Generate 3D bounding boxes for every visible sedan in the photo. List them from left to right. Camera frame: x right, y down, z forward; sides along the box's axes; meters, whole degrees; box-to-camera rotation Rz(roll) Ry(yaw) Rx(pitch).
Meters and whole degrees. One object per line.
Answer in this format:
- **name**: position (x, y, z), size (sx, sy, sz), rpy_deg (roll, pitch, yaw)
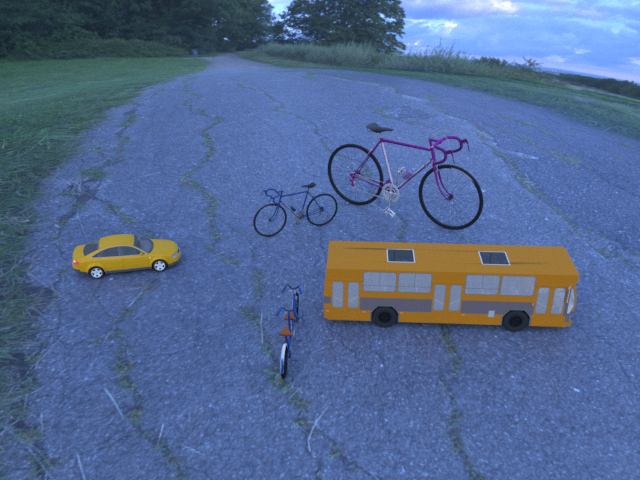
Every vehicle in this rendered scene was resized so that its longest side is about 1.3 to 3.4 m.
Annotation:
- **sedan**: position (-2.953, 0.189, 10.705), size (1.613, 0.483, 0.635), rpy_deg (-6, 28, -11)

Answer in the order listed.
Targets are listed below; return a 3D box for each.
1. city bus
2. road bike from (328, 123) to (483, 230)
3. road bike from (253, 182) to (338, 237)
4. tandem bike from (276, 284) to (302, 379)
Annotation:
- **city bus**: position (1.691, 0.618, 9.428), size (3.255, 0.894, 0.926), rpy_deg (1, 27, 3)
- **road bike**: position (1.402, -1.159, 12.035), size (3.004, 1.656, 0.696), rpy_deg (17, 32, 29)
- **road bike**: position (-0.394, -0.533, 11.700), size (1.545, 0.852, 0.358), rpy_deg (-12, 30, -23)
- **tandem bike**: position (-0.378, 1.062, 8.801), size (0.283, 0.682, 1.642), rpy_deg (2, 27, 4)
